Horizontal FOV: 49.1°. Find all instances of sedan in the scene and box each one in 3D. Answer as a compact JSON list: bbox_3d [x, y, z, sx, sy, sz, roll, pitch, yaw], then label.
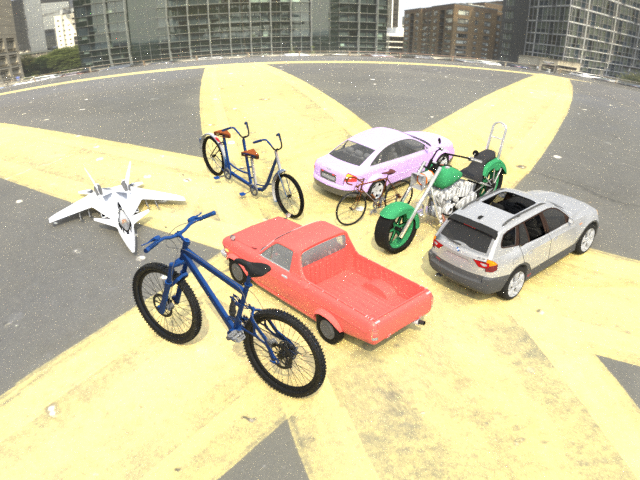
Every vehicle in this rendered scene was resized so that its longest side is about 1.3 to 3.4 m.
[{"bbox_3d":[1.268,-1.584,13.031,3.137,0.940,1.235,-23,36,-36],"label":"sedan"}]

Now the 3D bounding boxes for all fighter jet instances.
[{"bbox_3d":[-3.300,-0.549,11.529,2.229,0.557,2.640,-11,30,-19],"label":"fighter jet"}]

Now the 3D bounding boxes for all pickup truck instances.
[{"bbox_3d":[-0.009,0.389,9.353,1.244,0.993,3.117,-24,37,-37],"label":"pickup truck"}]

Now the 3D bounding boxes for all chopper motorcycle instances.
[{"bbox_3d":[2.003,-0.876,11.166,3.040,1.480,0.906,-24,37,-37],"label":"chopper motorcycle"}]

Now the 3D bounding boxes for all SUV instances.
[{"bbox_3d":[2.918,-0.176,10.248,3.058,1.128,1.276,-23,36,-36],"label":"SUV"}]

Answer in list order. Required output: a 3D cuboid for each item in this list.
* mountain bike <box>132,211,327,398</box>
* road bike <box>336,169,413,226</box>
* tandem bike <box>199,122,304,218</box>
[{"bbox_3d":[-1.135,0.745,7.973,2.857,1.688,1.114,18,33,29],"label":"mountain bike"},{"bbox_3d":[0.920,-0.735,11.563,1.545,0.852,0.358,-16,32,-26],"label":"road bike"},{"bbox_3d":[-1.278,-1.410,12.308,0.550,1.326,3.192,-22,35,-34],"label":"tandem bike"}]
